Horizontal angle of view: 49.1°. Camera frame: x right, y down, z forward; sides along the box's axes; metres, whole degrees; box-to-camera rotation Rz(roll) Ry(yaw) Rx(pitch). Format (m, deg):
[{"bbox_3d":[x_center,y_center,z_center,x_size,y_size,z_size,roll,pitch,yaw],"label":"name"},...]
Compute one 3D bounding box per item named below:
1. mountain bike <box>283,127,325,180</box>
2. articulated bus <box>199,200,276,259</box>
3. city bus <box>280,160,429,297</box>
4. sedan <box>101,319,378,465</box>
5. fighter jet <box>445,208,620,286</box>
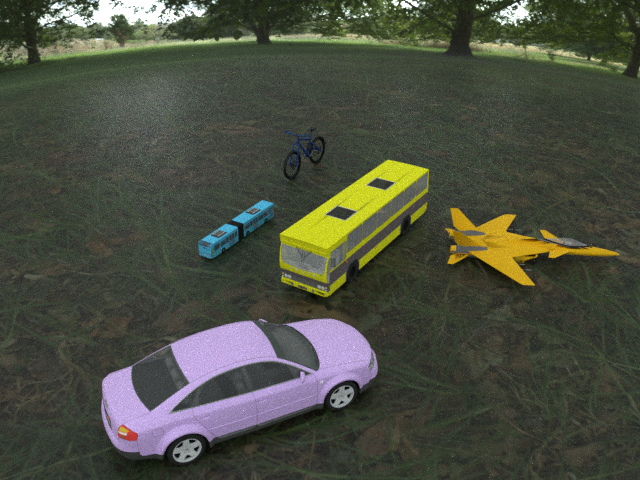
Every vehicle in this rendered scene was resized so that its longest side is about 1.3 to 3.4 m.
[{"bbox_3d":[-0.296,-1.757,13.669,0.573,0.868,1.469,16,33,27],"label":"mountain bike"},{"bbox_3d":[-1.329,-0.193,11.447,0.311,0.289,1.749,16,33,27],"label":"articulated bus"},{"bbox_3d":[0.632,-0.250,10.924,0.926,0.894,3.255,17,33,28],"label":"city bus"},{"bbox_3d":[-0.822,1.469,7.778,3.137,0.940,1.235,-13,32,-23],"label":"sedan"},{"bbox_3d":[3.301,-0.003,10.826,2.640,0.557,2.229,3,29,6],"label":"fighter jet"}]
